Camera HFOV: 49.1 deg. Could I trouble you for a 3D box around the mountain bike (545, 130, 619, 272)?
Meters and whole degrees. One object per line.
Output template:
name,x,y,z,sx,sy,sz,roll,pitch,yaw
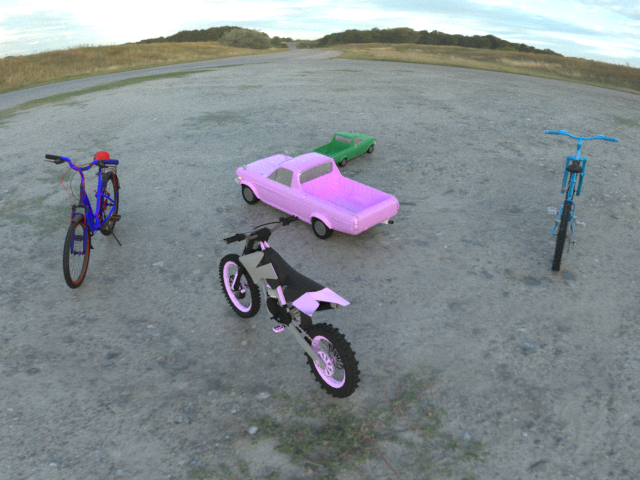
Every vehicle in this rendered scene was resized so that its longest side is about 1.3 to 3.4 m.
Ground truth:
mountain bike,3.985,-0.717,11.150,1.114,1.688,2.857,11,30,19

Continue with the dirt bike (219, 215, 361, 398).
dirt bike,-0.494,0.683,8.592,1.024,1.666,2.903,-20,34,-32

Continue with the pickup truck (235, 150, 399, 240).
pickup truck,-0.127,-0.909,12.231,1.244,0.993,3.117,-25,37,-38

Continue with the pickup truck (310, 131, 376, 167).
pickup truck,0.504,-1.959,14.671,0.640,0.511,1.603,21,35,34

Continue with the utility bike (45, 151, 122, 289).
utility bike,-3.402,-0.573,10.725,1.039,1.839,2.791,0,28,0
